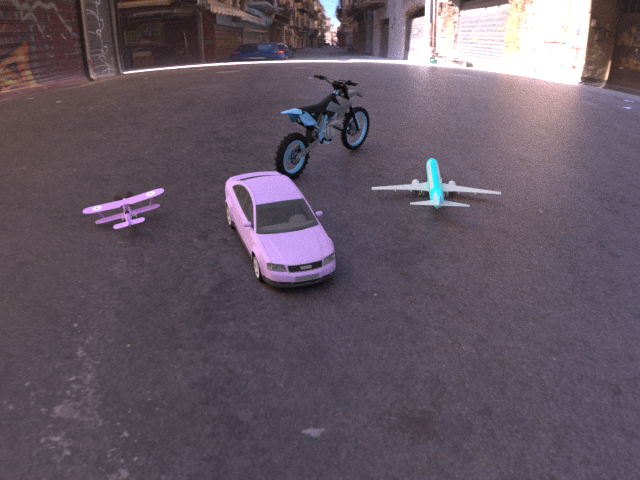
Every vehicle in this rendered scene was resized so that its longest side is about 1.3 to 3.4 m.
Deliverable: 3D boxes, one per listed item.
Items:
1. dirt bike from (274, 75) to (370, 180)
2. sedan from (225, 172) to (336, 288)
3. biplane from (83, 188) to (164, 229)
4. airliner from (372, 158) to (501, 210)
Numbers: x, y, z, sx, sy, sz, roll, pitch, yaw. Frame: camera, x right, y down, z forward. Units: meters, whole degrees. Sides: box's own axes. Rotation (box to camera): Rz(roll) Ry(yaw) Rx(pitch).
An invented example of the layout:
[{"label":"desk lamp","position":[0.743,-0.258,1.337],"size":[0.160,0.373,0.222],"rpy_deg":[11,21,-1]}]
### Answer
[{"label":"dirt bike","position":[0.101,-2.285,13.735],"size":[1.024,1.666,2.903],"rpy_deg":[21,34,34]},{"label":"sedan","position":[-0.677,-0.339,10.848],"size":[1.235,0.940,3.137],"rpy_deg":[-9,29,-17]},{"label":"biplane","position":[-3.195,-0.448,11.518],"size":[1.336,0.504,1.090],"rpy_deg":[-9,29,-16]},{"label":"airliner","position":[2.070,-1.166,12.516],"size":[2.257,0.835,2.541],"rpy_deg":[2,28,5]}]
